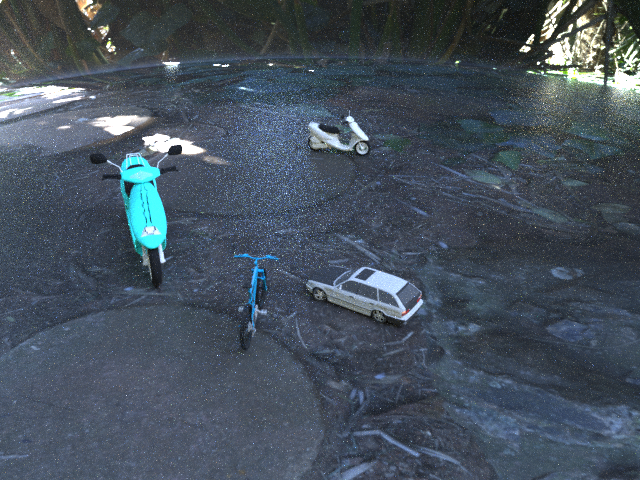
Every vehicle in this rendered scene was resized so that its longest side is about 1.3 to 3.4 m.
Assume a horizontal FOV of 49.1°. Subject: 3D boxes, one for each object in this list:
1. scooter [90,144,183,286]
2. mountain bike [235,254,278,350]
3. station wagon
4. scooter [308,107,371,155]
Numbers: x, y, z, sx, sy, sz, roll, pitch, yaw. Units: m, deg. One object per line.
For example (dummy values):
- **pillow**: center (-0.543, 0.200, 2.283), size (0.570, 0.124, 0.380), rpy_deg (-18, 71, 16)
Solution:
- **scooter**: center (-2.675, -0.634, 10.520), size (1.288, 1.786, 2.721), rpy_deg (-9, 30, -16)
- **mountain bike**: center (-0.849, 0.721, 8.971), size (0.573, 0.868, 1.469), rpy_deg (3, 28, 6)
- **station wagon**: center (0.579, 0.654, 9.512), size (1.597, 0.473, 0.682), rpy_deg (17, 33, 29)
- **scooter**: center (0.370, -2.220, 14.383), size (1.399, 0.919, 0.662), rpy_deg (8, 29, 14)
